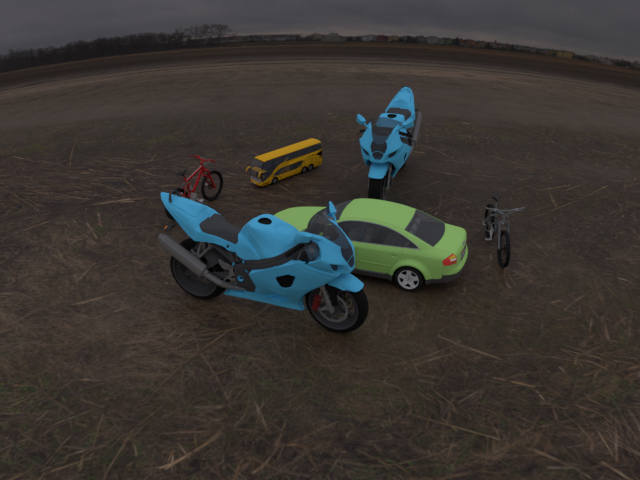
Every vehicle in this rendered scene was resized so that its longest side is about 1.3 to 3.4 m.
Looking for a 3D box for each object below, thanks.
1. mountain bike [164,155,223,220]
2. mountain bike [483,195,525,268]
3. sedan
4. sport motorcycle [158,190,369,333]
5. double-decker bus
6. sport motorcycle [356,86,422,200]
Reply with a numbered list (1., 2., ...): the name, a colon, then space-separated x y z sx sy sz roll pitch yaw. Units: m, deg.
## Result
1. mountain bike: -2.160 -0.921 12.056 0.573 0.868 1.469 17 33 28
2. mountain bike: 2.731 -0.220 10.762 0.573 0.868 1.469 0 28 0
3. sedan: 0.620 -0.081 10.431 3.137 0.940 1.235 10 30 18
4. sport motorcycle: -0.752 0.269 9.096 2.955 1.596 0.983 12 31 21
5. double-decker bus: -0.649 -1.486 13.443 1.672 0.541 0.389 -25 37 -37
6. sport motorcycle: 1.295 -1.714 12.756 0.983 1.596 2.955 8 29 14
